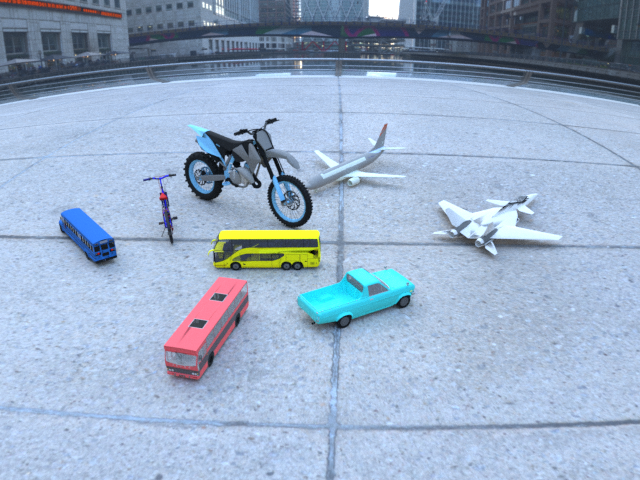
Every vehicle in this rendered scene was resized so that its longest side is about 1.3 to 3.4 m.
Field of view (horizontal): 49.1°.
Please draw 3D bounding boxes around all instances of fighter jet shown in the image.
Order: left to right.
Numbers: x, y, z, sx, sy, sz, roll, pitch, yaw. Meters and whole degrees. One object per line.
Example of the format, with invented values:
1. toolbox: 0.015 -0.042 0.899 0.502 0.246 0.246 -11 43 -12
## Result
1. fighter jet: 3.119 -0.547 11.865 2.229 0.557 2.640 21 34 36

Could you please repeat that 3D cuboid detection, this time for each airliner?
1. airliner: 0.573 -1.599 13.653 2.257 0.835 2.541 21 34 36

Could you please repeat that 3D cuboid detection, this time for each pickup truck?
1. pickup truck: 0.503 0.715 9.400 1.603 0.511 0.640 -15 30 -27

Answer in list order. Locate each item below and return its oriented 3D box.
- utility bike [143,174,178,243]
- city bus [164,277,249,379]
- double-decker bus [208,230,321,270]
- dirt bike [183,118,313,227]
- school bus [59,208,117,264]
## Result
1. utility bike: -2.569 -0.556 11.450 0.535 0.946 1.435 -6 27 -13
2. city bus: -1.375 1.073 8.743 0.476 0.460 1.674 7 27 13
3. double-decker bus: -0.824 0.142 10.510 1.672 0.541 0.389 0 27 0
4. dirt bike: -1.299 -1.239 12.006 2.903 1.666 1.024 18 32 32
5. school bus: -3.737 -0.110 11.131 0.365 0.434 1.708 -19 32 -33
